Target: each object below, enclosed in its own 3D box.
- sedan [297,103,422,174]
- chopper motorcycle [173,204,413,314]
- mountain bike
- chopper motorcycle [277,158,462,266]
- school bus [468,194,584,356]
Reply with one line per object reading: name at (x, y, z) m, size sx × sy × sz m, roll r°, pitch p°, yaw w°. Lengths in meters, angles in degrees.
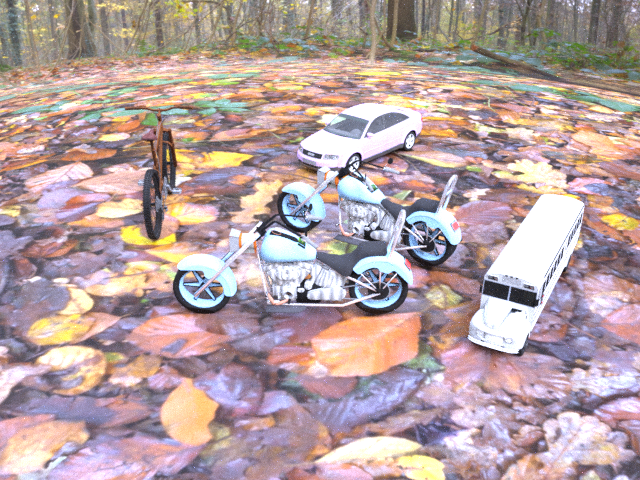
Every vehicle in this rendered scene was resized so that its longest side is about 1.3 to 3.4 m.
sedan at (0.849, -2.164, 14.121) m, size 1.235 × 0.940 × 3.137 m, roll 23°, pitch 35°, yaw 37°
chopper motorcycle at (-0.352, 0.274, 8.785) m, size 3.040 × 1.480 × 0.906 m, roll 1°, pitch 27°, yaw 3°
mountain bike at (-2.627, -1.223, 11.472) m, size 1.114 × 1.688 × 2.857 m, roll -2°, pitch 27°, yaw -3°
chopper motorcycle at (0.659, -0.546, 10.381) m, size 3.040 × 1.480 × 0.906 m, roll 16°, pitch 31°, yaw 29°
school bus at (2.806, 0.363, 9.308) m, size 0.709 × 0.844 × 3.322 m, roll 14°, pitch 31°, yaw 26°
